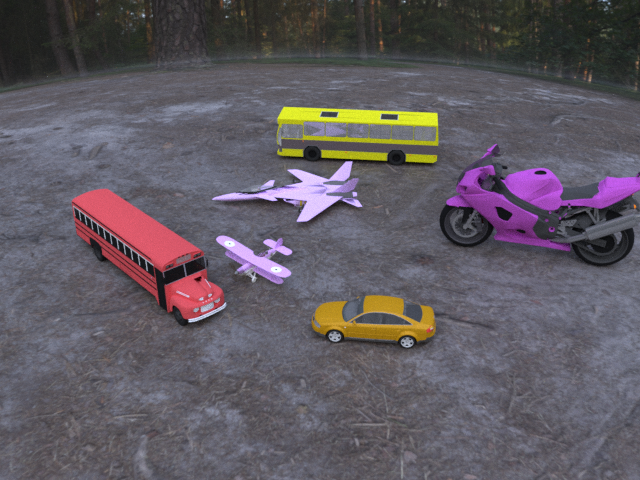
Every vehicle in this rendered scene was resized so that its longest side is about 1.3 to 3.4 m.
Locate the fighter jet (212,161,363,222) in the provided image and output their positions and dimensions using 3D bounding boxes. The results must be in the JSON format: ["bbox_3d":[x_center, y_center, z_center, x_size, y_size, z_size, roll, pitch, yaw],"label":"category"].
[{"bbox_3d":[-0.626,-0.951,12.596,2.640,0.557,2.229,-3,29,-6],"label":"fighter jet"}]

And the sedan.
[{"bbox_3d":[0.694,1.006,9.093,1.613,0.483,0.635,3,29,6],"label":"sedan"}]

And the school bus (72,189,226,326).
[{"bbox_3d":[-2.561,0.175,10.237,0.709,0.844,3.322,-23,36,-36],"label":"school bus"}]

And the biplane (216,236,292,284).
[{"bbox_3d":[-0.881,0.295,10.371,1.336,0.504,1.090,19,34,31],"label":"biplane"}]

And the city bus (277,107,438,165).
[{"bbox_3d":[0.780,-2.131,14.402,3.255,0.894,0.926,3,29,6],"label":"city bus"}]

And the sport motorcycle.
[{"bbox_3d":[3.327,-0.470,10.631,2.955,1.596,0.983,8,30,14],"label":"sport motorcycle"}]
